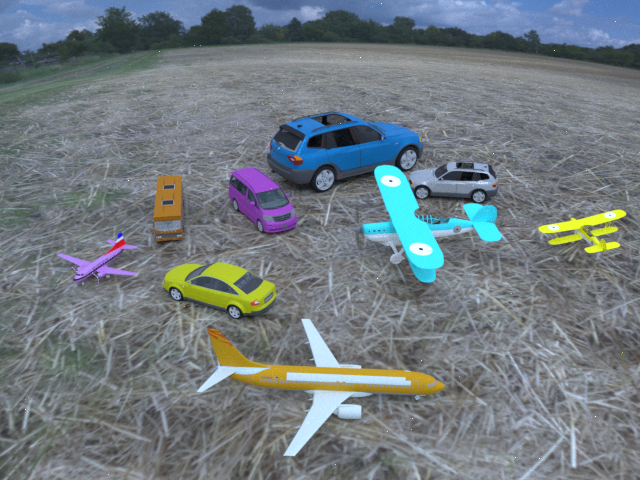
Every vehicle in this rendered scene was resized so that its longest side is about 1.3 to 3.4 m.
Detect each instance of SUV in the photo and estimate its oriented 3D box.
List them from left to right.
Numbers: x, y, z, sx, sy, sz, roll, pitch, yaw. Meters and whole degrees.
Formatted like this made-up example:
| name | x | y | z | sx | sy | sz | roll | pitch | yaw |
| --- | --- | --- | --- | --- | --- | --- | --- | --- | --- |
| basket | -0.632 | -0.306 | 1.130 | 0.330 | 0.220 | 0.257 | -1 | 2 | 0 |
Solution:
| name | x | y | z | sx | sy | sz | roll | pitch | yaw |
| --- | --- | --- | --- | --- | --- | --- | --- | --- | --- |
| SUV | 0.515 | -1.791 | 13.049 | 3.058 | 1.128 | 1.276 | -16 | 31 | -28 |
| SUV | 2.319 | -1.056 | 12.224 | 1.572 | 0.580 | 0.656 | 4 | 28 | 9 |

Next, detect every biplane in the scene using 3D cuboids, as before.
| name | x | y | z | sx | sy | sz | roll | pitch | yaw |
| --- | --- | --- | --- | --- | --- | --- | --- | --- | --- |
| biplane | 1.528 | -0.168 | 10.069 | 2.120 | 0.981 | 2.598 | -4 | 28 | -8 |
| biplane | 3.955 | -0.079 | 10.414 | 1.336 | 0.504 | 1.090 | -4 | 28 | -8 |

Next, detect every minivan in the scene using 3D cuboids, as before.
| name | x | y | z | sx | sy | sz | roll | pitch | yaw |
| --- | --- | --- | --- | --- | --- | --- | --- | --- | --- |
| minivan | -0.949 | -0.659 | 11.416 | 0.681 | 0.616 | 1.548 | -15 | 31 | -27 |

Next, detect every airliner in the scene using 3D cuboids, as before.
| name | x | y | z | sx | sy | sz | roll | pitch | yaw |
| --- | --- | --- | --- | --- | --- | --- | --- | --- | --- |
| airliner | 0.057 | 1.314 | 7.357 | 2.541 | 0.835 | 2.257 | 1 | 27 | 3 |

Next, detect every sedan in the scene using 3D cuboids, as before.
| name | x | y | z | sx | sy | sz | roll | pitch | yaw |
| --- | --- | --- | --- | --- | --- | --- | --- | --- | --- |
| sedan | -1.343 | 0.573 | 9.175 | 1.613 | 0.483 | 0.635 | 13 | 30 | 24 |

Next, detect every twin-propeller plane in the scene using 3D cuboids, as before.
| name | x | y | z | sx | sy | sz | roll | pitch | yaw |
| --- | --- | --- | --- | --- | --- | --- | --- | --- | --- |
| twin-propeller plane | -3.089 | 0.269 | 9.847 | 1.370 | 0.407 | 1.095 | 12 | 30 | 22 |

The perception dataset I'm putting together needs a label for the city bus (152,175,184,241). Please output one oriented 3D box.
| name | x | y | z | sx | sy | sz | roll | pitch | yaw |
| --- | --- | --- | --- | --- | --- | --- | --- | --- | --- |
| city bus | -2.429 | -0.522 | 11.320 | 0.476 | 0.460 | 1.674 | -4 | 28 | -8 |
